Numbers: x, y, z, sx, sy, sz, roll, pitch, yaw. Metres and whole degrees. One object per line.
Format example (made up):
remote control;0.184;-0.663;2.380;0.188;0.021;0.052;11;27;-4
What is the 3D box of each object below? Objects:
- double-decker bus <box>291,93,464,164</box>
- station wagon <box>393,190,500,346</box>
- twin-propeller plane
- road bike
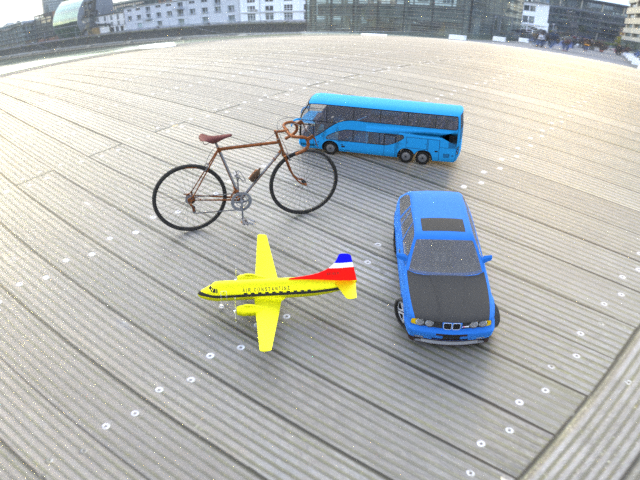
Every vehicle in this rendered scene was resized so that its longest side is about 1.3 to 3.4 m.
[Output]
double-decker bus;1.098;-2.164;13.469;3.251;1.052;0.756;8;32;12
station wagon;1.671;0.209;9.731;1.327;0.920;3.105;1;32;2
twin-propeller plane;-0.566;0.553;9.295;2.129;0.792;2.663;-3;32;-4
road bike;-1.142;-1.003;11.002;3.004;1.656;0.697;-9;33;-15
